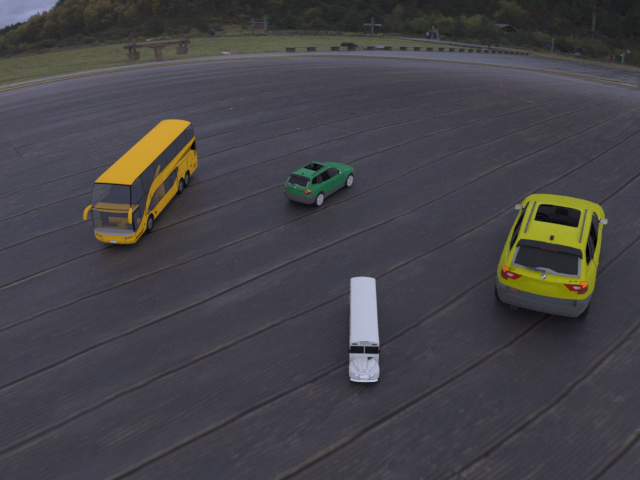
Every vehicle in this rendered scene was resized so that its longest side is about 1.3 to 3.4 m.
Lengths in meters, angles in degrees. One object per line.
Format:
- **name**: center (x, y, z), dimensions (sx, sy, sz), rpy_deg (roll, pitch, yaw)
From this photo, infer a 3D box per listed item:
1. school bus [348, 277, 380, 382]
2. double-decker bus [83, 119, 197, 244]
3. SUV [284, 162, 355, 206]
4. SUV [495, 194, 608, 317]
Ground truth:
- **school bus**: center (0.531, 1.068, 8.549), dimensions (0.365, 0.434, 1.708), rpy_deg (1, 28, 2)
- **double-decker bus**: center (-2.887, -1.028, 11.773), dimensions (0.756, 1.052, 3.251), rpy_deg (4, 29, 8)
- **SUV**: center (0.005, -1.098, 12.398), dimensions (0.656, 0.580, 1.572), rpy_deg (18, 33, 30)
- **SUV**: center (3.303, -0.021, 9.833), dimensions (1.276, 1.128, 3.058), rpy_deg (11, 30, 20)
